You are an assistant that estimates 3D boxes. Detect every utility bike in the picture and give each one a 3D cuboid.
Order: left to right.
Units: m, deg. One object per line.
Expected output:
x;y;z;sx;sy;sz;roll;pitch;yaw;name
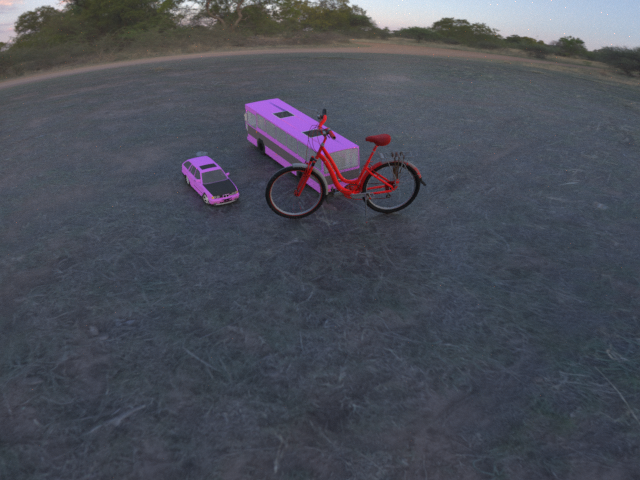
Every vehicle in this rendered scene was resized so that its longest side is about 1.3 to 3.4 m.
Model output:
0.472;-1.151;11.664;2.791;1.839;1.039;-4;30;-7;utility bike

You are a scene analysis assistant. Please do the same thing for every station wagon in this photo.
-2.055;-1.145;13.039;0.682;0.473;1.597;-16;33;-25;station wagon

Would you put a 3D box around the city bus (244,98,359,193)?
-0.433;-1.898;13.941;0.926;0.894;3.255;-16;33;-26;city bus
